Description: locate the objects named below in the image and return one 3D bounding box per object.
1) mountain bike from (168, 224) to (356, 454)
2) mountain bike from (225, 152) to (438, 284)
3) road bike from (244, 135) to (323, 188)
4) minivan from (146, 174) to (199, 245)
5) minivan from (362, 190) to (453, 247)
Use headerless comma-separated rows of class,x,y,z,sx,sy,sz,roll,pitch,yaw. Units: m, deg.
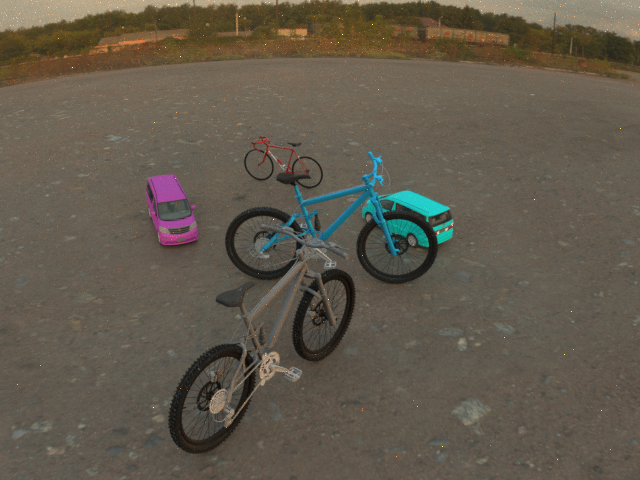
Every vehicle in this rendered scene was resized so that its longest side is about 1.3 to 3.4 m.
mountain bike,-0.468,0.916,7.152,1.114,1.688,2.857,19,33,32
mountain bike,0.144,-0.185,9.248,2.857,1.688,1.114,2,28,3
road bike,-0.664,-1.386,12.430,1.545,0.852,0.358,11,30,19
minivan,-2.336,-0.481,10.962,0.681,0.616,1.548,-10,29,-18
minivan,1.324,-0.408,10.823,0.681,0.616,1.548,-21,34,-34
